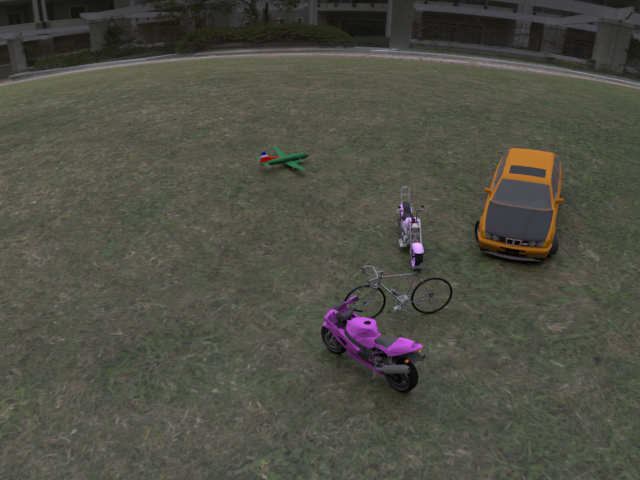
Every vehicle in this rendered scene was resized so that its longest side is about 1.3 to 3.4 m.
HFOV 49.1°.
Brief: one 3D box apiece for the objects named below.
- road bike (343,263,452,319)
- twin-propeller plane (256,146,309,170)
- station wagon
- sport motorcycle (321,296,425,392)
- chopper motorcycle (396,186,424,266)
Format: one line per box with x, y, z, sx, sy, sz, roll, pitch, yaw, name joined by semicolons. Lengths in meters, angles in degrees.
1.069;0.701;9.474;1.545;0.852;0.358;-6;31;-10;road bike
-0.705;-1.660;13.992;1.095;0.407;1.370;-15;33;-24;twin-propeller plane
3.450;-0.731;11.876;1.327;0.920;3.105;10;32;17;station wagon
0.592;1.266;8.529;1.520;0.821;0.506;24;38;35;sport motorcycle
1.448;-0.206;11.129;0.466;0.761;1.563;-2;30;-3;chopper motorcycle
